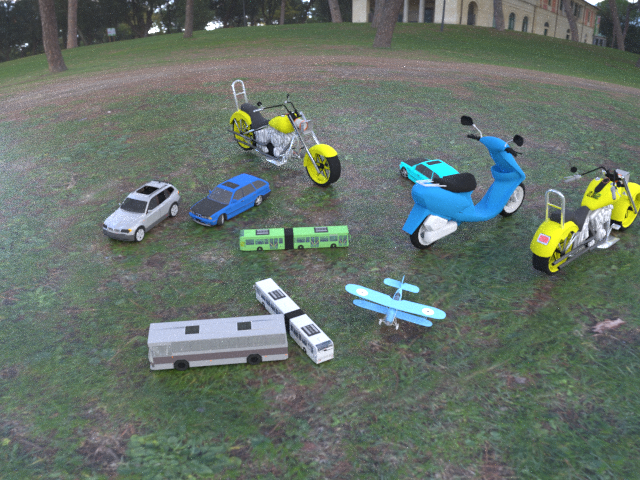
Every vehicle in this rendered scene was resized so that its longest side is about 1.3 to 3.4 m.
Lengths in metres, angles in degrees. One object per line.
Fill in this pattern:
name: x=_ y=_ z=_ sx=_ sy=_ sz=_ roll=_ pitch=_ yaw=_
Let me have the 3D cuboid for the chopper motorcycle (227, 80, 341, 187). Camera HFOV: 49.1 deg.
chopper motorcycle: x=-0.746 y=-2.111 z=13.662 sx=0.906 sy=1.480 sz=3.040 roll=-25 pitch=38 yaw=-37

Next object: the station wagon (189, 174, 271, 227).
station wagon: x=-1.571 y=-0.740 z=12.233 sx=0.682 sy=0.473 sz=1.597 roll=20 pitch=35 yaw=31

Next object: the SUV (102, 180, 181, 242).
SUV: x=-2.970 y=-0.514 z=11.719 sx=0.656 sy=0.580 sz=1.572 roll=12 pitch=31 yaw=21

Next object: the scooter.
scooter: x=2.431 y=-0.919 z=11.207 sx=2.721 sy=1.786 sz=1.288 roll=-19 pitch=34 yaw=-30

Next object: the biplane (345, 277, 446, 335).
biplane: x=1.027 y=0.849 z=9.350 sx=1.336 sy=0.504 sz=1.090 roll=8 pitch=30 yaw=14

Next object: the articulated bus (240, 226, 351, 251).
articulated bus: x=-0.398 y=-0.027 z=11.143 sx=1.749 sy=0.289 sz=0.311 roll=-2 pitch=29 yaw=-4

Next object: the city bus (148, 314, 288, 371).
city bus: x=-1.246 y=1.271 z=8.638 sx=1.674 sy=0.460 sz=0.476 roll=-4 pitch=29 yaw=-6

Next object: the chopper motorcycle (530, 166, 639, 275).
chopper motorcycle: x=4.221 y=-0.484 z=10.740 sx=3.040 sy=1.480 sz=0.906 roll=-24 pitch=37 yaw=-36

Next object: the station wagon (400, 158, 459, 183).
station wagon: x=2.103 y=-1.250 z=13.149 sx=0.682 sy=0.473 sz=1.597 roll=-13 pitch=31 yaw=-21

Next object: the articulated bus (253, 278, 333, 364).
articulated bus: x=-0.372 y=1.032 z=9.243 sx=0.311 sy=0.289 sz=1.749 roll=-16 pitch=33 yaw=-26
